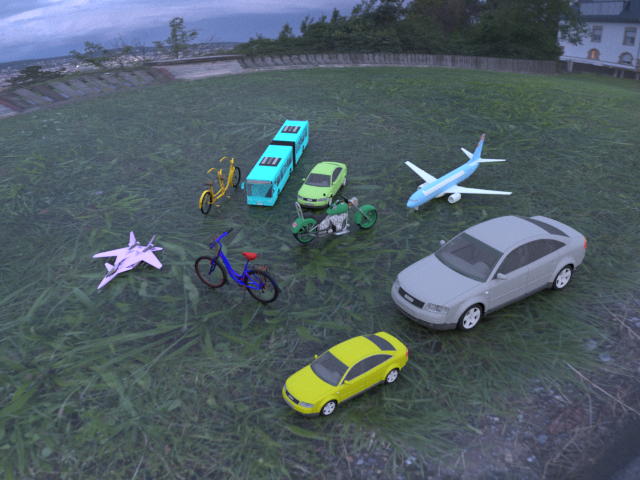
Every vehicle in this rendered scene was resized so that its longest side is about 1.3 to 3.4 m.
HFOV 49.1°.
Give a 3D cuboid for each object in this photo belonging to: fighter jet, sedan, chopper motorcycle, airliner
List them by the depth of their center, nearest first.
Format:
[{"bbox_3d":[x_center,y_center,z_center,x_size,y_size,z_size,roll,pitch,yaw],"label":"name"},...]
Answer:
[{"bbox_3d":[0.306,1.482,8.066,1.613,0.483,0.635,-19,34,-32],"label":"sedan"},{"bbox_3d":[2.402,0.310,9.773,3.137,0.940,1.235,-18,33,-30],"label":"sedan"},{"bbox_3d":[-2.951,0.310,10.463,1.147,0.286,1.358,8,29,15],"label":"fighter jet"},{"bbox_3d":[0.253,-0.406,11.297,1.563,0.761,0.466,-15,32,-26],"label":"chopper motorcycle"},{"bbox_3d":[2.346,-1.238,12.772,2.257,0.835,2.541,23,36,36],"label":"airliner"},{"bbox_3d":[0.049,-1.068,12.828,0.635,0.483,1.613,8,29,15],"label":"sedan"}]

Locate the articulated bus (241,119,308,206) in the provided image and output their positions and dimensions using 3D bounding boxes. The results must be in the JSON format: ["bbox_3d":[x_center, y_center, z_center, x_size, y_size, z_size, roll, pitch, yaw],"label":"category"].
[{"bbox_3d":[-0.780,-1.592,13.724,0.605,0.561,3.401,5,29,9],"label":"articulated bus"}]

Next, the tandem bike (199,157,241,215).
[{"bbox_3d":[-1.781,-1.023,12.533,0.283,0.682,1.642,9,30,17],"label":"tandem bike"}]

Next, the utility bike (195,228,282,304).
[{"bbox_3d":[-1.179,0.396,9.604,1.435,0.946,0.535,14,31,24],"label":"utility bike"}]
